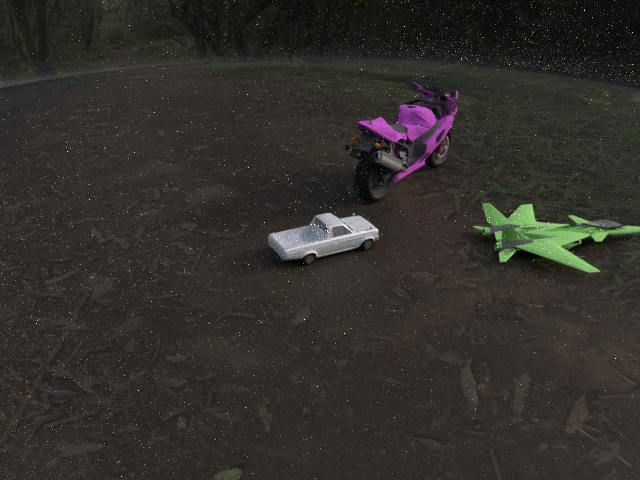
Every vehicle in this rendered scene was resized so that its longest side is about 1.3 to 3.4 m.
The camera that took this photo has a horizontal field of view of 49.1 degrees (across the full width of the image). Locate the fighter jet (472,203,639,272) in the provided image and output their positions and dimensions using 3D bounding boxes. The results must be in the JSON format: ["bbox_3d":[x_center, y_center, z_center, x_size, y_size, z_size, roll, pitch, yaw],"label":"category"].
[{"bbox_3d":[3.746,-0.209,10.425,2.640,0.557,2.229,-4,28,-8],"label":"fighter jet"}]

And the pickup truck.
[{"bbox_3d":[0.061,-0.068,10.202,1.603,0.511,0.640,-13,30,-24],"label":"pickup truck"}]

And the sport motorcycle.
[{"bbox_3d":[1.533,-1.736,12.237,0.983,1.596,2.955,21,34,34],"label":"sport motorcycle"}]
